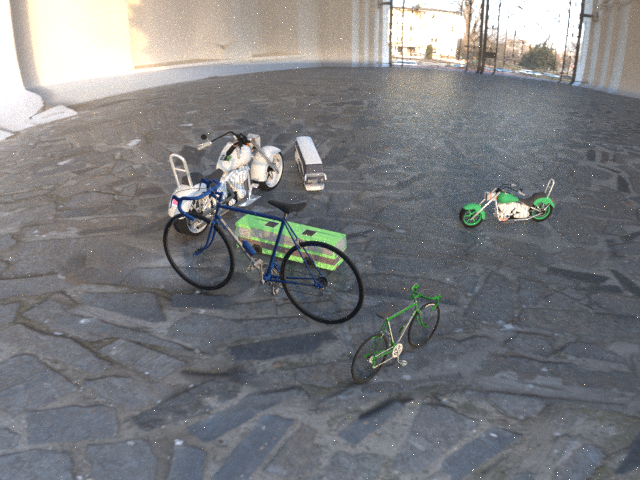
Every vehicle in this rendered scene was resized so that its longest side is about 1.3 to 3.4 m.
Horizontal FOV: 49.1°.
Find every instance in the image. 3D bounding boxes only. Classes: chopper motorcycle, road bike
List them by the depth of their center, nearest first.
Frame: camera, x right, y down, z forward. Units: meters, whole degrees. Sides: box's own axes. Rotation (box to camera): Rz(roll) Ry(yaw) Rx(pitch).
[{"bbox_3d":[0.902,1.054,8.017,1.545,0.852,0.358,-24,35,-38],"label":"road bike"},{"bbox_3d":[-0.810,0.129,8.933,3.004,1.656,0.696,13,30,23],"label":"road bike"},{"bbox_3d":[3.040,-0.597,11.316,1.563,0.761,0.466,-3,27,-7],"label":"chopper motorcycle"},{"bbox_3d":[-1.465,-1.145,11.594,0.906,1.480,3.040,13,30,24],"label":"chopper motorcycle"}]

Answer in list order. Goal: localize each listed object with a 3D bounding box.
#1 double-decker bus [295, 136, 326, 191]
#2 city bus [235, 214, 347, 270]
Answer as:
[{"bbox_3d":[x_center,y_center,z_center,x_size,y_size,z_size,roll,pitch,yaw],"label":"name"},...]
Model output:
[{"bbox_3d":[-0.206,-1.438,13.184,0.389,0.541,1.672,-4,28,-8],"label":"double-decker bus"},{"bbox_3d":[-0.446,0.032,10.425,1.674,0.460,0.476,13,30,24],"label":"city bus"}]
